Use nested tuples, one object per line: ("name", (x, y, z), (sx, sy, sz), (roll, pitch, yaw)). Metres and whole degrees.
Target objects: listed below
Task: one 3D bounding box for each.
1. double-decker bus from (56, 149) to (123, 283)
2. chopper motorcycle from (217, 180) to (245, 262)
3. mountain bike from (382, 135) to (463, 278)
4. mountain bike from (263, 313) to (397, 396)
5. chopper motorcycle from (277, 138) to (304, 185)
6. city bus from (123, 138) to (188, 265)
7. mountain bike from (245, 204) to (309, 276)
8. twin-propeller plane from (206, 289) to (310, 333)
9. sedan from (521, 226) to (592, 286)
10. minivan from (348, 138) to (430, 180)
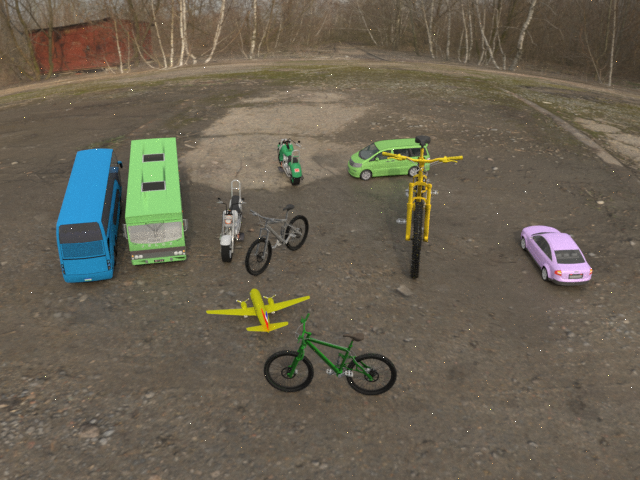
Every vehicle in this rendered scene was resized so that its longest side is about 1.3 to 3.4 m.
("double-decker bus", (-3.530, -0.507, 10.910), (0.756, 1.052, 3.251), (-5, 28, -10))
("chopper motorcycle", (-1.375, -0.308, 10.846), (0.466, 0.761, 1.563), (0, 28, 1))
("mountain bike", (1.493, -0.678, 10.553), (1.114, 1.688, 2.857), (4, 28, 7))
("mountain bike", (0.109, 1.329, 7.645), (1.469, 0.868, 0.573), (2, 28, 3))
("chopper motorcycle", (-0.597, -1.592, 13.266), (0.466, 0.761, 1.563), (-7, 29, -13))
("city bus", (-2.674, -0.703, 11.448), (0.926, 0.894, 3.255), (-6, 28, -10))
("mountain bike", (-0.617, -0.072, 10.286), (0.573, 0.868, 1.469), (18, 33, 31))
("twin-propeller plane", (-0.771, 0.857, 9.027), (1.370, 0.407, 1.095), (-7, 29, -13))
("sedan", (3.448, 0.141, 10.295), (0.635, 0.483, 1.613), (-2, 28, -4))
("minivan", (1.308, -1.563, 13.366), (1.548, 0.616, 0.681), (-5, 28, -9))
